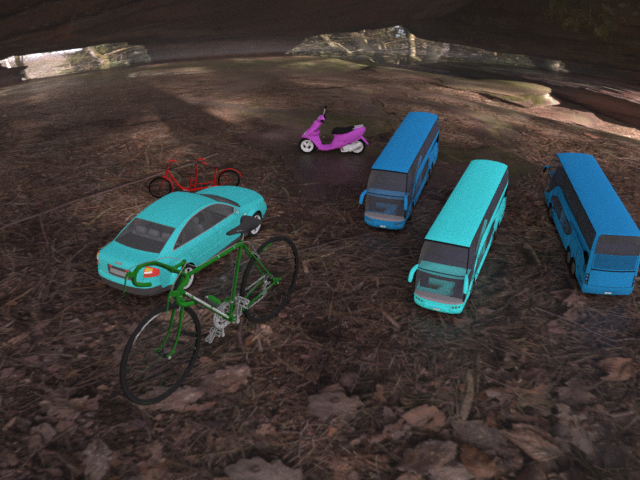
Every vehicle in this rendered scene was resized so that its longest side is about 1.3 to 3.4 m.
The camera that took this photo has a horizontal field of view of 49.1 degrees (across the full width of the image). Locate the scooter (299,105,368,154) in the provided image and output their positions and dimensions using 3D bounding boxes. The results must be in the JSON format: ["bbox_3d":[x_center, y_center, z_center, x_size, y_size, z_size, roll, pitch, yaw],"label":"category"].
[{"bbox_3d":[0.268,-2.148,13.935,1.399,0.919,0.662,1,29,2],"label":"scooter"}]

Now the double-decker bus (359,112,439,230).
[{"bbox_3d":[1.472,-1.246,12.153,0.756,1.052,3.251,9,30,16],"label":"double-decker bus"}]

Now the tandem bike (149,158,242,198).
[{"bbox_3d":[-2.189,-1.112,12.292,1.642,0.682,0.283,-8,30,-14],"label":"tandem bike"}]

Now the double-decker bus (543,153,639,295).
[{"bbox_3d":[4.018,-0.377,10.568,0.756,1.052,3.251,3,29,5],"label":"double-decker bus"}]

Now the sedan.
[{"bbox_3d":[-1.931,-0.211,10.382,1.235,0.940,3.137,14,32,24],"label":"sedan"}]

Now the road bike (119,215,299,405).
[{"bbox_3d":[-1.158,0.649,8.070,0.696,1.656,3.004,19,34,30],"label":"road bike"}]

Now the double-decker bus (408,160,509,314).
[{"bbox_3d":[2.096,-0.117,10.094,0.756,1.052,3.251,11,31,20],"label":"double-decker bus"}]
